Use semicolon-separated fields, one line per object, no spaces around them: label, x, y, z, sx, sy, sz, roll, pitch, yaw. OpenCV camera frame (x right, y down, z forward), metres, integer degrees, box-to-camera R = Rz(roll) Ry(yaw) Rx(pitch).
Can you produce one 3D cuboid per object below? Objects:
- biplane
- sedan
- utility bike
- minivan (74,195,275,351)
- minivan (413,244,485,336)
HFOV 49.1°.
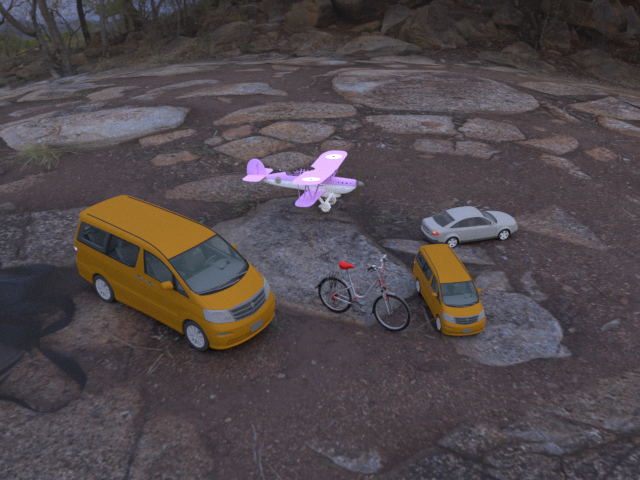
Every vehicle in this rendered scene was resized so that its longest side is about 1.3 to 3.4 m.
biplane;-0.267;-1.063;12.327;2.120;0.981;2.598;7;29;12
sedan;2.445;-0.271;11.382;1.613;0.483;0.635;-8;29;-14
utility bike;0.574;0.632;9.221;1.435;0.946;0.535;16;32;27
minivan;-1.995;0.371;9.440;3.011;1.197;1.324;20;34;32
minivan;1.746;0.657;9.522;0.681;0.616;1.548;-5;29;-8
